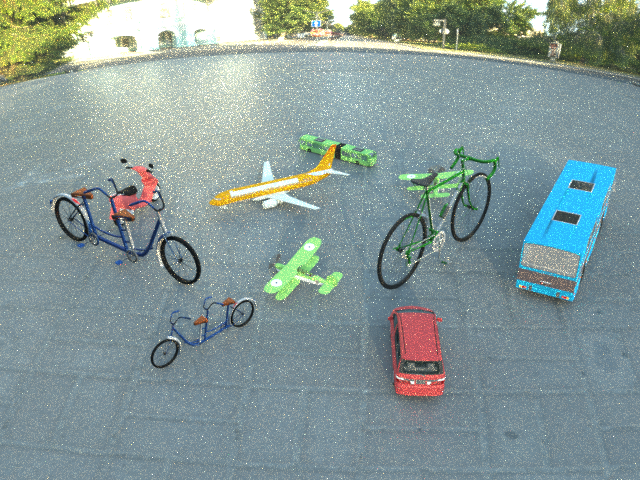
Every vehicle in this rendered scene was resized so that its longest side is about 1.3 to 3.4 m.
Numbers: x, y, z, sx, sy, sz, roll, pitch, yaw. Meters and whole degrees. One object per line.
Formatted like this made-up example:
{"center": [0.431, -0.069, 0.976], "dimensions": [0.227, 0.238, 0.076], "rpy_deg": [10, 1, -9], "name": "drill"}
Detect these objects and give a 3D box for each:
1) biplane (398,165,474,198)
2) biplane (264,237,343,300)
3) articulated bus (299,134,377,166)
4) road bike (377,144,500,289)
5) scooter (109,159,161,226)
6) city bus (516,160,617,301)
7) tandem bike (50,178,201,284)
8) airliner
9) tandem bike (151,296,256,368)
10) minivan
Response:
{"center": [2.071, -0.983, 12.635], "dimensions": [1.336, 0.504, 1.090], "rpy_deg": [5, 30, 9], "name": "biplane"}
{"center": [-0.235, 0.513, 10.002], "dimensions": [1.090, 0.504, 1.336], "rpy_deg": [16, 33, 26], "name": "biplane"}
{"center": [0.348, -1.844, 14.370], "dimensions": [1.749, 0.289, 0.311], "rpy_deg": [18, 34, 29], "name": "articulated bus"}
{"center": [1.794, -0.393, 10.430], "dimensions": [0.696, 1.656, 3.004], "rpy_deg": [24, 37, 36], "name": "road bike"}
{"center": [-3.179, -0.867, 12.012], "dimensions": [0.662, 0.919, 1.399], "rpy_deg": [11, 32, 19], "name": "scooter"}
{"center": [3.882, -0.214, 10.887], "dimensions": [0.926, 0.894, 3.255], "rpy_deg": [15, 33, 24], "name": "city bus"}
{"center": [-3.025, -0.266, 10.542], "dimensions": [3.192, 1.326, 0.550], "rpy_deg": [18, 34, 28], "name": "tandem bike"}
{"center": [-0.795, -1.124, 12.550], "dimensions": [2.541, 0.835, 2.257], "rpy_deg": [-14, 32, -23], "name": "airliner"}
{"center": [-1.449, 1.056, 8.867], "dimensions": [1.642, 0.682, 0.283], "rpy_deg": [-26, 38, -37], "name": "tandem bike"}
{"center": [1.179, 1.244, 8.602], "dimensions": [0.681, 0.616, 1.548], "rpy_deg": [1, 30, 2], "name": "minivan"}
